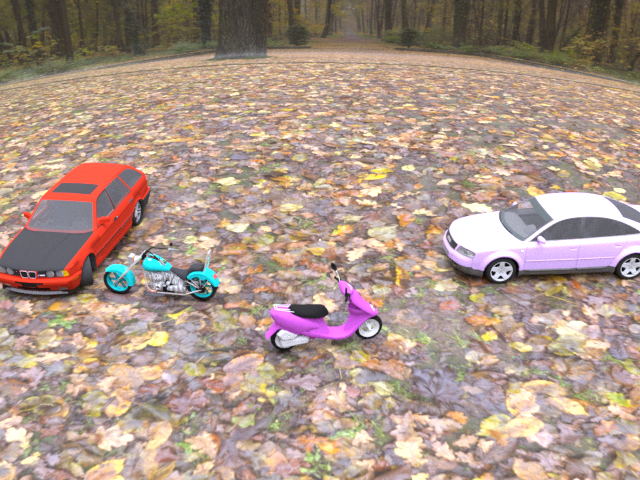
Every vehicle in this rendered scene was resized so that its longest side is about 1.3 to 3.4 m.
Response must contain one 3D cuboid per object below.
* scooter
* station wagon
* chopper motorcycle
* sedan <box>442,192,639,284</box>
[{"bbox_3d":[0.060,0.826,8.072,1.399,0.919,0.662,-6,29,-11],"label":"scooter"},{"bbox_3d":[-3.525,-0.314,10.209,1.327,0.920,3.105,3,28,6],"label":"station wagon"},{"bbox_3d":[-2.064,0.403,9.033,1.563,0.761,0.466,5,28,9],"label":"chopper motorcycle"},{"bbox_3d":[3.307,-0.108,9.802,3.137,0.940,1.235,-2,28,-4],"label":"sedan"}]
